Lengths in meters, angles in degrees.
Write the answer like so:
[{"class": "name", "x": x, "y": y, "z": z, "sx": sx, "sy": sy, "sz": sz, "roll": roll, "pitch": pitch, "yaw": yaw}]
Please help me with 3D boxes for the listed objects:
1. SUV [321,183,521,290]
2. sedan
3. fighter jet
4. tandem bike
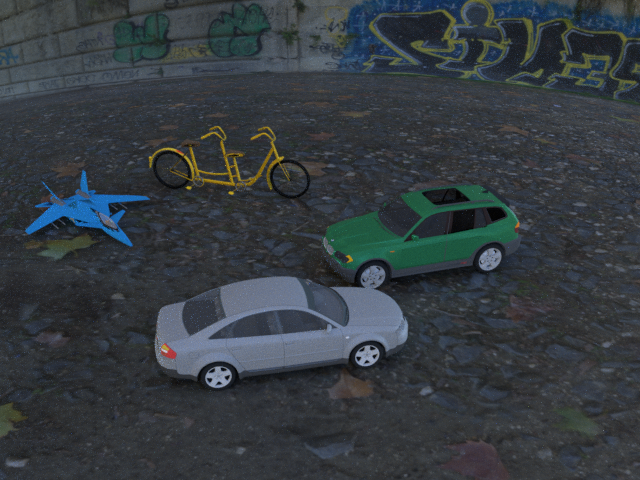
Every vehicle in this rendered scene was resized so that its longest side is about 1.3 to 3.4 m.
[{"class": "SUV", "x": 1.541, "y": -0.135, "z": 10.672, "sx": 3.058, "sy": 1.128, "sz": 1.276, "roll": -8, "pitch": 28, "yaw": -15}, {"class": "sedan", "x": -0.446, "y": 1.001, "z": 8.626, "sx": 3.137, "sy": 0.940, "sz": 1.235, "roll": -6, "pitch": 27, "yaw": -11}, {"class": "fighter jet", "x": -3.875, "y": -0.502, "z": 12.034, "sx": 2.229, "sy": 0.557, "sz": 2.640, "roll": -21, "pitch": 34, "yaw": -36}, {"class": "tandem bike", "x": -1.739, "y": -1.487, "z": 13.134, "sx": 3.192, "sy": 1.326, "sz": 0.550, "roll": 6, "pitch": 27, "yaw": 11}]
